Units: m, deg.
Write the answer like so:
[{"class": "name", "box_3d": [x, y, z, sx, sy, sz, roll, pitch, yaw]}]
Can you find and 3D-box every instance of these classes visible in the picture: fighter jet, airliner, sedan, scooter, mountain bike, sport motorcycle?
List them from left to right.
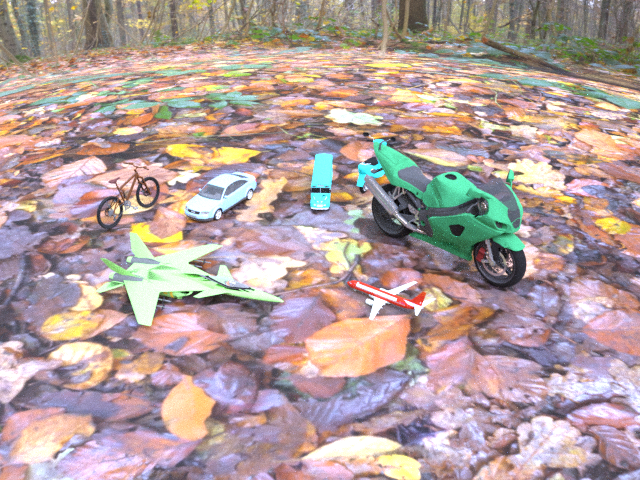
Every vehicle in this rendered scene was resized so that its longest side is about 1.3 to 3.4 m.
[{"class": "mountain bike", "box_3d": [-3.262, -0.784, 11.926, 0.573, 0.868, 1.469, 16, 33, 26]}, {"class": "fighter jet", "box_3d": [-1.756, 0.502, 9.943, 2.640, 0.557, 2.229, 9, 30, 16]}, {"class": "sedan", "box_3d": [-1.749, -0.824, 12.392, 0.635, 0.483, 1.613, 16, 33, 26]}, {"class": "scooter", "box_3d": [1.035, -1.489, 13.136, 0.662, 0.919, 1.399, 14, 32, 23]}, {"class": "airliner", "box_3d": [0.911, 0.701, 9.719, 1.307, 0.429, 1.161, 20, 35, 32]}, {"class": "sport motorcycle", "box_3d": [1.867, -0.431, 10.548, 0.983, 1.596, 2.955, -24, 37, -36]}]

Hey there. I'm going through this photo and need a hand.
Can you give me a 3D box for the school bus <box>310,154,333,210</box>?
[{"class": "school bus", "box_3d": [0.036, -1.069, 12.881, 0.365, 0.434, 1.708, 1, 29, 2]}]
